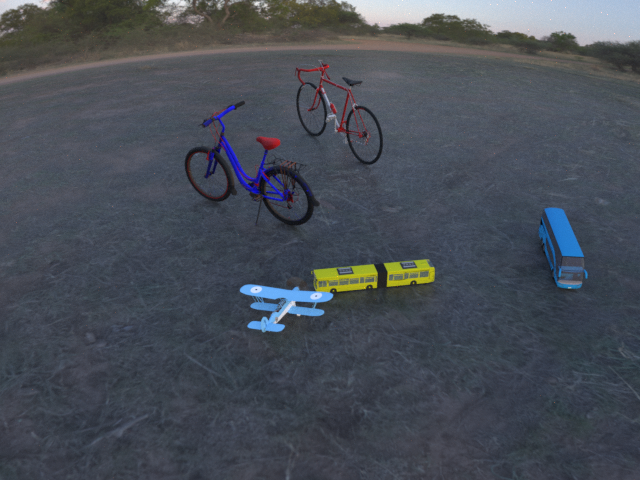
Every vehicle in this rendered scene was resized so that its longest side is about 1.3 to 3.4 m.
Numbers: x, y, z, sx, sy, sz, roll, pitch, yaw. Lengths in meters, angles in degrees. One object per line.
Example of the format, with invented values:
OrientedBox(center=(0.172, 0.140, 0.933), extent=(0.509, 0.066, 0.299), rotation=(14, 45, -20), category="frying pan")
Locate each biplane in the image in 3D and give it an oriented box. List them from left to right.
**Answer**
OrientedBox(center=(-0.521, 0.892, 9.135), extent=(1.336, 0.504, 1.090), rotation=(12, 32, 20), category="biplane")

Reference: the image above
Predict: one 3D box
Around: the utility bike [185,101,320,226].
OrientedBox(center=(-1.252, -1.202, 11.474), extent=(2.791, 1.839, 1.039), rotation=(17, 34, 27), category="utility bike")

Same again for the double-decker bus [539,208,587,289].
OrientedBox(center=(3.601, 0.118, 10.462), extent=(0.389, 0.541, 1.672), rotation=(3, 30, 5), category="double-decker bus")

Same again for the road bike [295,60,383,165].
OrientedBox(center=(0.335, -2.626, 14.170), extent=(0.697, 1.656, 3.004), rotation=(-19, 34, -29), category="road bike")

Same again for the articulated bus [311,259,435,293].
OrientedBox(center=(0.764, 0.518, 10.013), extent=(1.749, 0.289, 0.311), rotation=(-5, 30, -9), category="articulated bus")
